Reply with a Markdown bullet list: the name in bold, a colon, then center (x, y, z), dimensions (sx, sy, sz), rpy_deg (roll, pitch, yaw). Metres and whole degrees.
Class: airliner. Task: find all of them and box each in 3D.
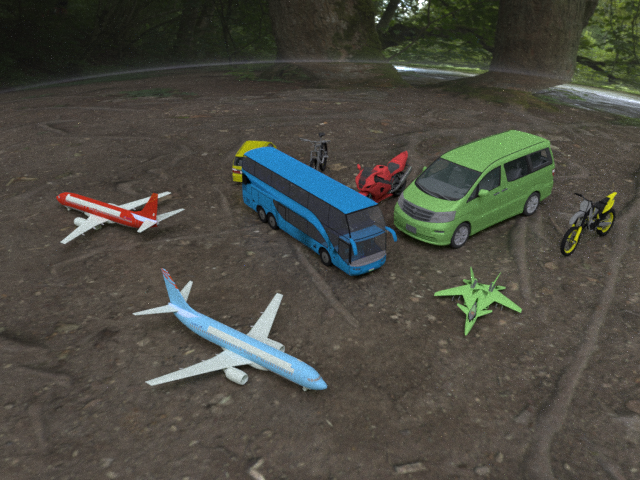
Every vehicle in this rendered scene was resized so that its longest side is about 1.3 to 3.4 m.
- **airliner**: center (-0.955, 1.043, 8.121), dimensions (2.541, 0.835, 2.257), rpy_deg (19, 33, 31)
- **airliner**: center (-3.469, -0.626, 11.339), dimensions (2.541, 0.835, 2.257), rpy_deg (17, 32, 29)

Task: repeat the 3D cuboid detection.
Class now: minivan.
- **minivan**: center (2.557, -0.890, 11.456), dimensions (3.011, 1.197, 1.324), rpy_deg (-21, 34, -34)
- **minivan**: center (-1.224, -1.572, 13.402), dimensions (0.681, 0.616, 1.548), rpy_deg (4, 28, 8)

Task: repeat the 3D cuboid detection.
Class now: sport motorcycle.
- **sport motorcycle**: center (1.065, -0.982, 12.041), dimensions (0.506, 0.821, 1.520), rpy_deg (20, 33, 33)

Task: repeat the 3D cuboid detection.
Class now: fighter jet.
- **fighter jet**: center (2.047, 0.808, 9.170), dimensions (1.147, 0.286, 1.358), rpy_deg (10, 29, 19)

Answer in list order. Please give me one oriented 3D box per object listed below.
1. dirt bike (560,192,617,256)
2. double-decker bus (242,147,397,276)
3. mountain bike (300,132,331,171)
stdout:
- **dirt bike**: center (4.145, -0.302, 10.690), dimensions (1.493, 0.857, 0.527), rpy_deg (-22, 34, -36)
- **double-decker bus**: center (-0.153, -0.494, 10.849), dimensions (0.756, 1.052, 3.251), rpy_deg (-18, 32, -31)
- **mountain bike**: center (-0.034, -1.554, 13.091), dimensions (0.573, 0.868, 1.469), rpy_deg (6, 28, 11)
